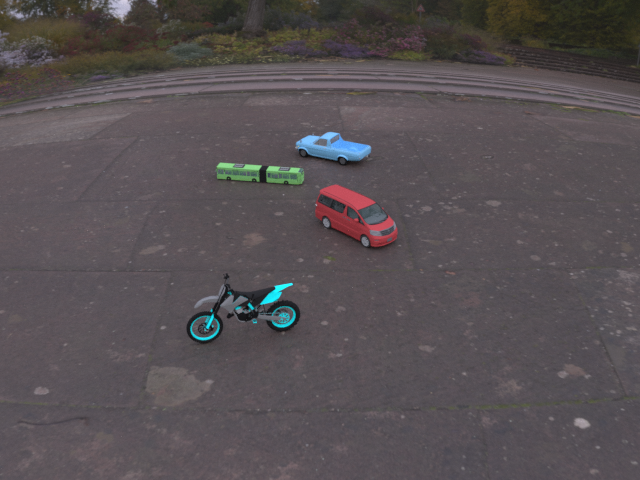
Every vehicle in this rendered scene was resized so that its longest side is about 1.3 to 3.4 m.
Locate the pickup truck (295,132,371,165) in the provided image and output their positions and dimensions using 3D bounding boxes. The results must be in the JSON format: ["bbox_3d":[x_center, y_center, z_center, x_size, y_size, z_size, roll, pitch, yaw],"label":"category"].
[{"bbox_3d":[0.273,-1.993,14.943,1.603,0.511,0.640,15,31,26],"label":"pickup truck"}]

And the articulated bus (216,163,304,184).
[{"bbox_3d":[-1.197,-1.315,13.878,1.749,0.289,0.311,5,28,9],"label":"articulated bus"}]

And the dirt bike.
[{"bbox_3d":[-0.981,0.894,9.005,1.493,0.857,0.527,-7,28,-14],"label":"dirt bike"}]

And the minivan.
[{"bbox_3d":[0.611,-0.413,11.785,0.681,0.616,1.548,-23,35,-37],"label":"minivan"}]
